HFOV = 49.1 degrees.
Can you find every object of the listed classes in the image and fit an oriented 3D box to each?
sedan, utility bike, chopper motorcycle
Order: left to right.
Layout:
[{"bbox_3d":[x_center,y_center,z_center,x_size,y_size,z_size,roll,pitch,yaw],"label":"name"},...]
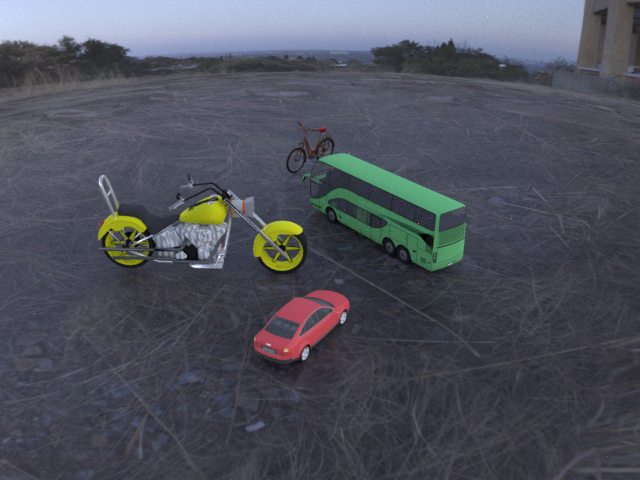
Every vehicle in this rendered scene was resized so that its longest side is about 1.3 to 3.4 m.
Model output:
[{"bbox_3d":[-1.703,-0.219,10.101,3.040,1.480,0.906,0,26,1],"label":"chopper motorcycle"},{"bbox_3d":[-0.191,0.993,8.777,0.635,0.483,1.613,15,30,28],"label":"sedan"},{"bbox_3d":[-0.129,-1.897,14.089,0.535,0.946,1.435,23,34,38],"label":"utility bike"}]

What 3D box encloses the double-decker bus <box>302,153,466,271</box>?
[{"bbox_3d":[0.950,-0.545,11.241,0.756,1.052,3.251,-18,32,-32],"label":"double-decker bus"}]
